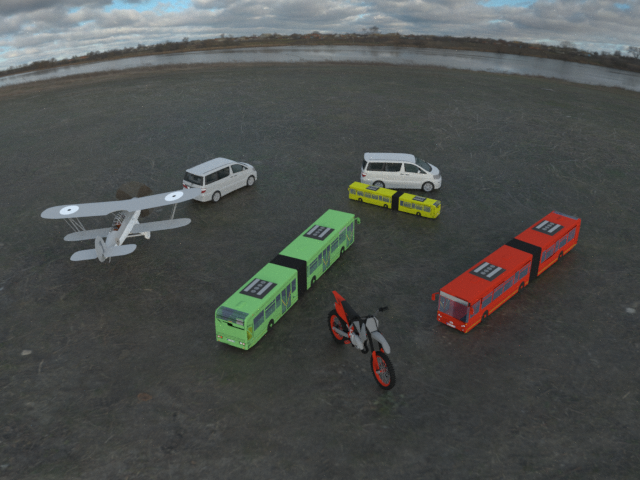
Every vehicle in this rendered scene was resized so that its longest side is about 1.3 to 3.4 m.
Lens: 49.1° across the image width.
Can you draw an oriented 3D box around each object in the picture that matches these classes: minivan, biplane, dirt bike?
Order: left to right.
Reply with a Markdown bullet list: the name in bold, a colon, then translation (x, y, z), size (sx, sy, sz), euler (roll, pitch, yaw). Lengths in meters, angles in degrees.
- **biplane**: translation (-3.165, -0.192, 10.939), size (2.598, 0.981, 2.120), euler (1, 28, 1)
- **minivan**: translation (-1.869, -1.212, 13.264), size (0.681, 0.616, 1.548), euler (20, 34, 32)
- **dirt bike**: translation (0.494, 1.154, 8.521), size (0.527, 0.857, 1.493), euler (-14, 31, -25)
- **minivan**: translation (1.565, -1.323, 13.474), size (1.548, 0.616, 0.681), euler (1, 28, 3)

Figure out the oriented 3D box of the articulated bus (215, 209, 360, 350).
- **articulated bus**: translation (-0.372, 0.452, 10.169), size (0.605, 0.561, 3.401), euler (13, 30, 23)

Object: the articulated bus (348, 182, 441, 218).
- **articulated bus**: translation (1.326, -0.733, 12.706), size (1.749, 0.289, 0.311), euler (16, 32, 27)

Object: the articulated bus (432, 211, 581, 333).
- **articulated bus**: translation (2.856, 0.378, 10.307), size (0.605, 0.561, 3.401), euler (23, 36, 37)
